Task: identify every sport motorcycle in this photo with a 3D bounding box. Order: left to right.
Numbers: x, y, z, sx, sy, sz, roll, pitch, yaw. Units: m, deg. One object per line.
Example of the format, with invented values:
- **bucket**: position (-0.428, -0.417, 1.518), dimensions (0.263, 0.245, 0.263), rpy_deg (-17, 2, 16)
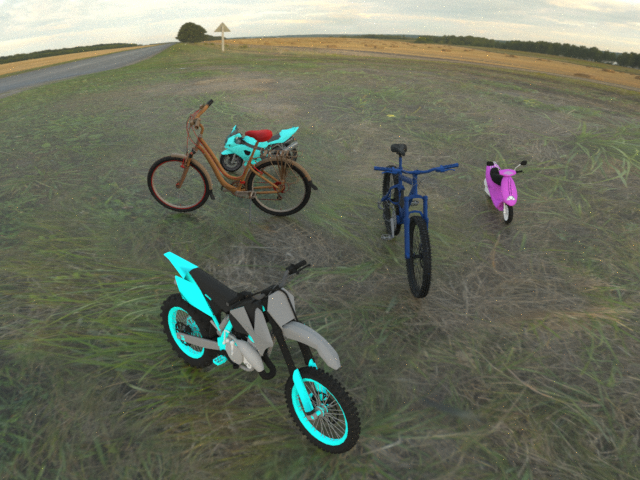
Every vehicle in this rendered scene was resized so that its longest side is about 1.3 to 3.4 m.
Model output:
- **sport motorcycle**: position (-1.137, -1.720, 13.158), dimensions (1.520, 0.821, 0.506), rpy_deg (-7, 29, -12)

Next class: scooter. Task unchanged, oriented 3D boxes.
- **scooter**: position (2.996, -0.939, 11.589), dimensions (0.662, 0.919, 1.399), rpy_deg (-2, 28, -3)

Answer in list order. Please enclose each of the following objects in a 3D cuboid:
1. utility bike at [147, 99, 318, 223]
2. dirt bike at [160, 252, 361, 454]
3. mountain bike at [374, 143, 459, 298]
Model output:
- **utility bike**: position (-1.434, -1.167, 11.039), dimensions (2.791, 1.839, 1.039), rpy_deg (2, 28, 4)
- **dirt bike**: position (-0.720, 1.000, 7.158), dimensions (2.903, 1.666, 1.024), rpy_deg (23, 36, 36)
- **mountain bike**: position (1.194, -0.457, 9.868), dimensions (1.114, 1.688, 2.857), rpy_deg (-3, 28, -5)
